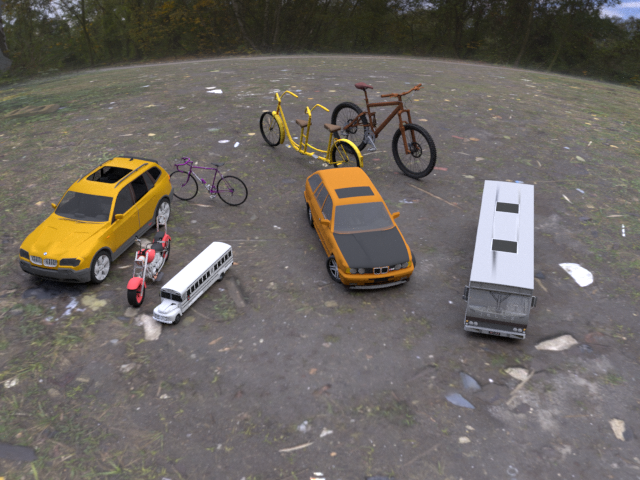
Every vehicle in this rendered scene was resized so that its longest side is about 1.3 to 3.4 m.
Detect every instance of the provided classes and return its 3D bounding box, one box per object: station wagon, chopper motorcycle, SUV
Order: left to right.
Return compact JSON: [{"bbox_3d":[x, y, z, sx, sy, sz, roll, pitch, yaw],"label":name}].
[{"bbox_3d":[-3.495,-0.420,11.200,1.276,1.128,3.058,9,30,15],"label":"SUV"},{"bbox_3d":[-2.524,0.286,10.313,0.466,0.761,1.563,4,29,6],"label":"chopper motorcycle"},{"bbox_3d":[0.558,-0.335,11.262,1.327,0.920,3.105,-6,30,-10],"label":"station wagon"}]

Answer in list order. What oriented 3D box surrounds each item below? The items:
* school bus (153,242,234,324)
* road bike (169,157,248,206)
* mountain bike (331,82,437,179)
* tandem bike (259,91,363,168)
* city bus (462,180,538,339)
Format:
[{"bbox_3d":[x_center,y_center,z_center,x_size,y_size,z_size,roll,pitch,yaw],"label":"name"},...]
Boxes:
[{"bbox_3d":[-1.815,0.602,10.084,0.365,0.434,1.708,12,31,20],"label":"school bus"},{"bbox_3d":[-2.041,-1.050,12.614,1.545,0.852,0.358,7,30,12],"label":"road bike"},{"bbox_3d":[1.219,-2.302,13.999,1.114,1.688,2.857,-24,37,-36],"label":"mountain bike"},{"bbox_3d":[-0.256,-2.180,14.151,0.550,1.326,3.192,-23,37,-35],"label":"tandem bike"},{"bbox_3d":[2.690,0.192,10.346,0.926,0.894,3.255,7,30,13],"label":"city bus"}]
